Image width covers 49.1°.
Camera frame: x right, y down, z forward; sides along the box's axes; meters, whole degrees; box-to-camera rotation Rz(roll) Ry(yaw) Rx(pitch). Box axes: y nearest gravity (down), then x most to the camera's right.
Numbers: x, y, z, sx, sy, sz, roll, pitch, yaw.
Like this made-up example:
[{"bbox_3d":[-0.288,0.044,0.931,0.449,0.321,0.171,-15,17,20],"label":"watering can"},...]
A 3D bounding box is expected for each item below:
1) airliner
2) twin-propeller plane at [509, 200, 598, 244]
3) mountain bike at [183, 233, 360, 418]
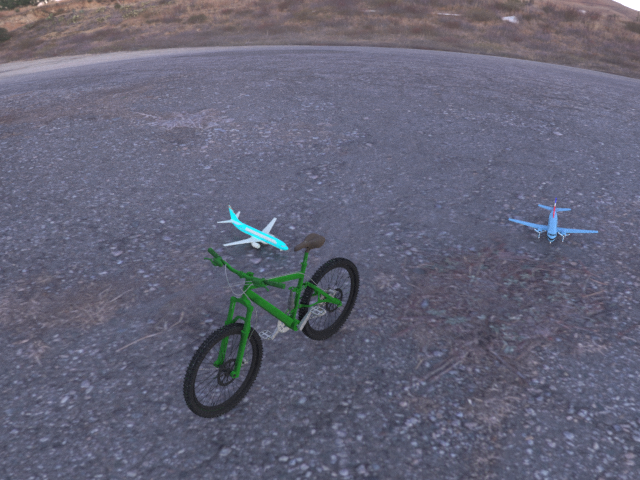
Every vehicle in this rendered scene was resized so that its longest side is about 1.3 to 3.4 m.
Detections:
[{"bbox_3d":[-0.986,-0.174,10.955,1.307,0.429,1.161,23,37,34],"label":"airliner"},{"bbox_3d":[3.733,-0.304,11.204,1.370,0.407,1.095,9,31,16],"label":"twin-propeller plane"},{"bbox_3d":[-0.455,0.808,7.978,1.114,1.688,2.857,23,37,34],"label":"mountain bike"}]
